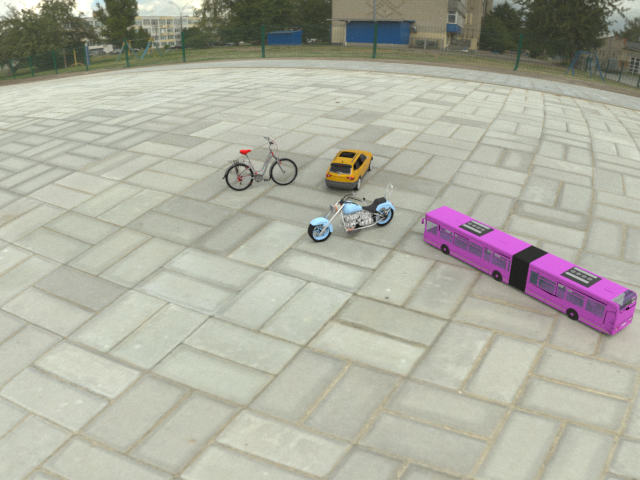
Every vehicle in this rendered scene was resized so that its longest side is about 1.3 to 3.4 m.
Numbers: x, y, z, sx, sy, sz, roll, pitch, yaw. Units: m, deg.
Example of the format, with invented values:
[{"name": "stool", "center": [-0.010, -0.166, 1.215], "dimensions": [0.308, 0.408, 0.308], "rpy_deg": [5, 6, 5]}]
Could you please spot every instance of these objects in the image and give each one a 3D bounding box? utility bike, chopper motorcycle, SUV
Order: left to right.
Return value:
[{"name": "utility bike", "center": [-1.127, -1.424, 13.017], "dimensions": [1.435, 0.946, 0.535], "rpy_deg": [-8, 30, -14]}, {"name": "SUV", "center": [0.572, -1.447, 13.437], "dimensions": [0.656, 0.580, 1.572], "rpy_deg": [9, 30, 15]}, {"name": "chopper motorcycle", "center": [0.530, -0.447, 11.435], "dimensions": [1.563, 0.761, 0.466], "rpy_deg": [-13, 31, -22]}]

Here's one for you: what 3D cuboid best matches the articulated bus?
[{"name": "articulated bus", "center": [2.884, 0.345, 10.207], "dimensions": [0.605, 0.561, 3.401], "rpy_deg": [-21, 35, -34]}]
